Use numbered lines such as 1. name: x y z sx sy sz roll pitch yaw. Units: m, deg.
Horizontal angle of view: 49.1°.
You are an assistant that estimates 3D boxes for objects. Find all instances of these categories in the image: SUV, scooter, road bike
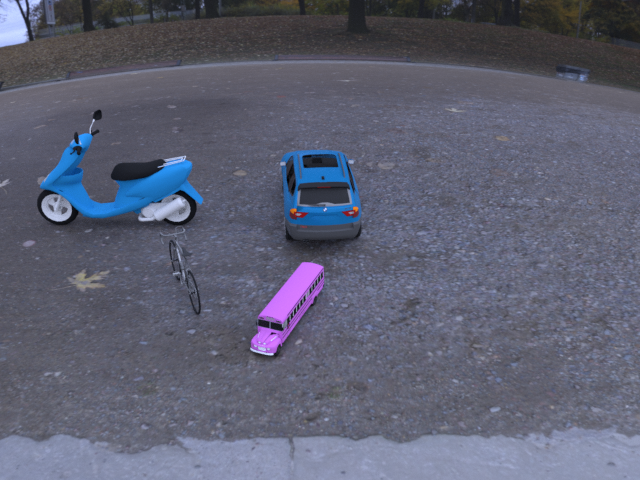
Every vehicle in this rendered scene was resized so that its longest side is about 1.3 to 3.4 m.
1. SUV: -0.024 -0.968 11.789 1.276 1.128 3.058 -2 28 -4
2. scooter: -3.282 -1.049 11.242 2.721 1.786 1.288 0 28 0
3. road bike: -1.869 0.381 9.561 0.358 0.852 1.545 -12 30 -22

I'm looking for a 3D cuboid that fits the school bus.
1. school bus: -0.404 0.874 9.081 0.365 0.434 1.708 10 30 19
